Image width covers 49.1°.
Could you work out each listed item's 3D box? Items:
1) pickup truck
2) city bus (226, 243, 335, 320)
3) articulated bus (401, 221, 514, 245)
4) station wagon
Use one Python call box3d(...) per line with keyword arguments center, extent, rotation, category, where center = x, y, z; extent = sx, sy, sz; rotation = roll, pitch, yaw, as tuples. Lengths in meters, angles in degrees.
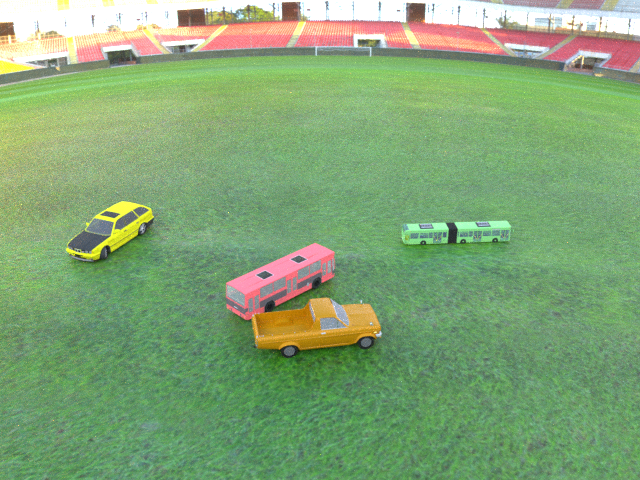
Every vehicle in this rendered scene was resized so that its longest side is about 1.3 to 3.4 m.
box3d(center=(-0.047, 1.045, 8.728), extent=(1.603, 0.511, 0.640), rotation=(-5, 27, -10), category="pickup truck")
box3d(center=(-0.516, 0.572, 9.713), extent=(1.674, 0.460, 0.476), rotation=(-24, 36, -39), category="city bus")
box3d(center=(2.200, -0.116, 11.256), extent=(1.749, 0.289, 0.311), rotation=(-2, 27, -4), category="articulated bus")
box3d(center=(-3.347, -0.185, 11.188), extent=(0.682, 0.473, 1.597), rotation=(11, 29, 21), category="station wagon")
